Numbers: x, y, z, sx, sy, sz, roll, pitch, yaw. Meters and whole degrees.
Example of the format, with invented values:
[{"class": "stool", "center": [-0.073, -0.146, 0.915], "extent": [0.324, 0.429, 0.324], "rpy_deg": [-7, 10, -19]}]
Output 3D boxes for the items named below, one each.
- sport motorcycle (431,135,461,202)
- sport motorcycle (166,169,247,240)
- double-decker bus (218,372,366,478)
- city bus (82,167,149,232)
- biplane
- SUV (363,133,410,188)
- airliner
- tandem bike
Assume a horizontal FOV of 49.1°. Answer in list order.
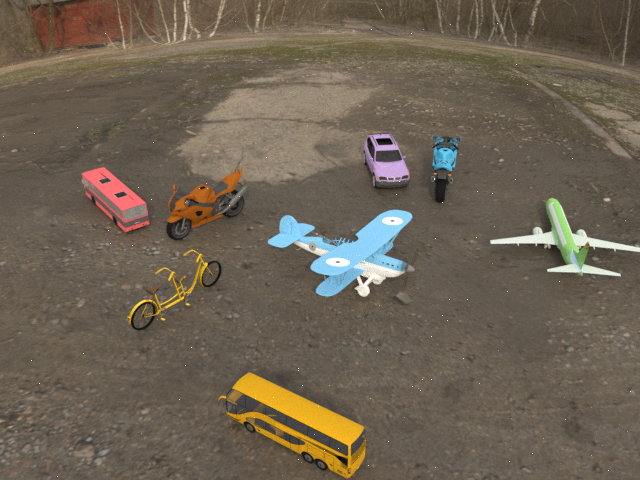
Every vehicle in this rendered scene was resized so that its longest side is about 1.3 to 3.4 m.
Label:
[{"class": "sport motorcycle", "center": [2.167, -1.281, 12.269], "extent": [0.506, 0.821, 1.520], "rpy_deg": [6, 32, 10]}, {"class": "sport motorcycle", "center": [-1.808, -0.569, 11.110], "extent": [1.520, 0.821, 0.506], "rpy_deg": [-27, 41, -37]}, {"class": "double-decker bus", "center": [-0.303, 1.904, 7.352], "extent": [1.672, 0.541, 0.389], "rpy_deg": [19, 36, 28]}, {"class": "city bus", "center": [-3.406, -0.668, 11.616], "extent": [0.476, 0.460, 1.674], "rpy_deg": [-22, 38, -31]}, {"class": "biplane", "center": [0.353, 0.144, 9.797], "extent": [2.120, 0.981, 2.598], "rpy_deg": [16, 35, 25]}, {"class": "SUV", "center": [1.200, -1.474, 12.814], "extent": [0.656, 0.580, 1.572], "rpy_deg": [-4, 32, -6]}, {"class": "airliner", "center": [3.705, -0.212, 10.515], "extent": [2.257, 0.835, 2.541], "rpy_deg": [3, 32, 5]}, {"class": "tandem bike", "center": [-1.911, 0.614, 9.317], "extent": [0.283, 0.682, 1.642], "rpy_deg": [22, 38, 32]}]
